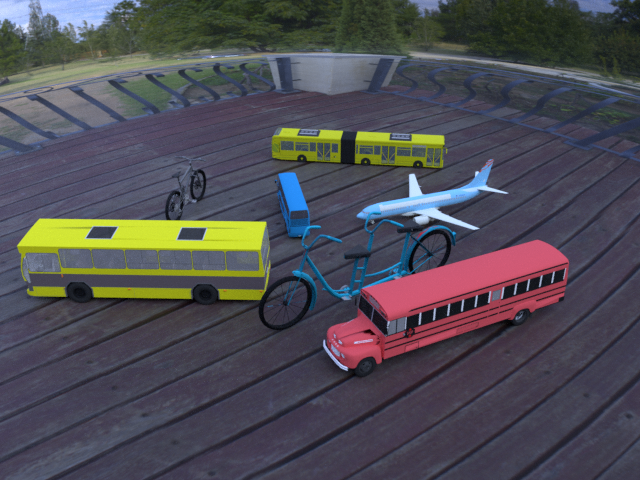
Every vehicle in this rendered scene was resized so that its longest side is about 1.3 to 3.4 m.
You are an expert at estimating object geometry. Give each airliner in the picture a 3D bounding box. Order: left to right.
[{"bbox_3d":[1.791,-0.798,11.681,2.541,0.835,2.257,-10,31,-17],"label":"airliner"}]

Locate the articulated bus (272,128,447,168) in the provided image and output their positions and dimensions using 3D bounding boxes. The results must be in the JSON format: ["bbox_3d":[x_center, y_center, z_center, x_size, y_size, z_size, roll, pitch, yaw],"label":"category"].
[{"bbox_3d":[0.764,-1.817,13.789,3.401,0.561,0.605,4,29,7],"label":"articulated bus"}]

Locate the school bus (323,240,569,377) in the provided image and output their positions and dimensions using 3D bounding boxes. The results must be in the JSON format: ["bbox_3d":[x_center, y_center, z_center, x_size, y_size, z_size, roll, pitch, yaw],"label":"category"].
[{"bbox_3d":[1.617,0.802,8.801,3.322,0.844,0.709,-14,32,-23],"label":"school bus"}]

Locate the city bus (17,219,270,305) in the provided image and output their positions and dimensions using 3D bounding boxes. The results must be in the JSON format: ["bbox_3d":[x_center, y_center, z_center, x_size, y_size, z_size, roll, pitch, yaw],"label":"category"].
[{"bbox_3d":[-2.349,0.296,9.658,3.255,0.894,0.926,1,29,1],"label":"city bus"}]

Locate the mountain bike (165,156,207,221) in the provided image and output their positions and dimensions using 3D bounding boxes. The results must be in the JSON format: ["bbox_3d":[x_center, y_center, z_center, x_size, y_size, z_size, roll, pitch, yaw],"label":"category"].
[{"bbox_3d":[-2.256,-0.880,11.793,0.573,0.868,1.469,8,30,14],"label":"mountain bike"}]

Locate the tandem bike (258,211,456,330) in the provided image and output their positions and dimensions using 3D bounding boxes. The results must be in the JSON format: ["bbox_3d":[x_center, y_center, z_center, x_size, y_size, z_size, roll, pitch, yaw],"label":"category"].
[{"bbox_3d":[0.598,0.259,9.281,3.192,1.326,0.550,-17,33,-27],"label":"tandem bike"}]

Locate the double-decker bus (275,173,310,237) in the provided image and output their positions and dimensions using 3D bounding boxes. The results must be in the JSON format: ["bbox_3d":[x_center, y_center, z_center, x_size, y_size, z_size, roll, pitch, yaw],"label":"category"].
[{"bbox_3d":[-0.464,-0.625,11.672,0.389,0.541,1.672,-5,30,-9],"label":"double-decker bus"}]
